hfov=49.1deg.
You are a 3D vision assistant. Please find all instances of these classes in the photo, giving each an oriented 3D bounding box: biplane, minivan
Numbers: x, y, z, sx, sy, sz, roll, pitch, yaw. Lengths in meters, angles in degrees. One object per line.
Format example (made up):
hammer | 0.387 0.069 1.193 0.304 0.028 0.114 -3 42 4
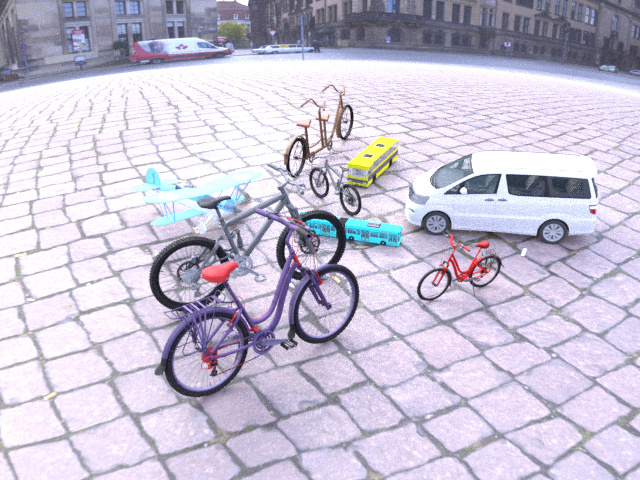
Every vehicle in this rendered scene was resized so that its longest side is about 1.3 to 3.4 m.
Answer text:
biplane | -2.088 -0.714 11.539 2.120 0.981 2.598 17 32 30
minivan | 2.926 -0.780 11.432 3.011 1.197 1.324 5 28 8

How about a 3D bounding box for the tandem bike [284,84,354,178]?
tandem bike | 0.033 -2.294 14.167 0.550 1.326 3.192 13 30 22

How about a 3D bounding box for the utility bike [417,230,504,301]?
utility bike | 1.981 0.357 9.544 1.435 0.946 0.535 -12 30 -22

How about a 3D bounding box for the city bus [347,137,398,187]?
city bus | 1.046 -1.524 13.634 0.476 0.460 1.674 13 30 23

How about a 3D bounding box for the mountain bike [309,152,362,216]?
mountain bike | 0.253 -0.994 12.192 0.573 0.868 1.469 -19 33 -31

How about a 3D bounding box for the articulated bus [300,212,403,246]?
articulated bus | 0.461 -0.180 11.269 1.749 0.289 0.311 9 29 16

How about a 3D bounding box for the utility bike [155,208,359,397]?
utility bike | -0.691 0.649 8.033 2.791 1.839 1.039 -19 33 -32

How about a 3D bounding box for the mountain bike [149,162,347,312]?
mountain bike | -0.906 0.007 9.413 2.857 1.688 1.114 -13 30 -23
